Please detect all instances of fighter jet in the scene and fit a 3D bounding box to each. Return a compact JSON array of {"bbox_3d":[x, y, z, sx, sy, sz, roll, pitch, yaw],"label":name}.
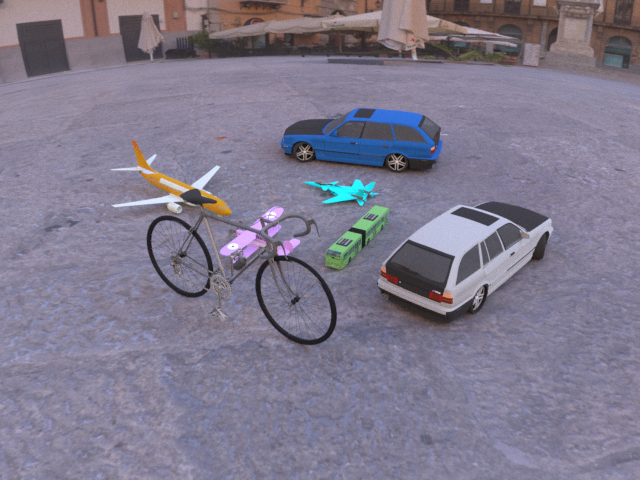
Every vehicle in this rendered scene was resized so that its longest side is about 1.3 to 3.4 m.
[{"bbox_3d":[0.288,-0.941,12.175,1.358,0.286,1.147,16,32,28],"label":"fighter jet"}]

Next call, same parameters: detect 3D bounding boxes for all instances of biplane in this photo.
[{"bbox_3d":[-0.837,0.027,10.119,1.090,0.504,1.336,18,33,30],"label":"biplane"}]

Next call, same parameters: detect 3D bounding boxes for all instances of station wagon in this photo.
[{"bbox_3d":[0.785,-2.028,13.545,3.105,0.920,1.327,8,29,14],"label":"station wagon"},{"bbox_3d":[2.123,0.048,9.635,1.327,0.920,3.105,22,35,35],"label":"station wagon"}]

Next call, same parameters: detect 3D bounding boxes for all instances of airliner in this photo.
[{"bbox_3d":[-2.369,-1.017,11.733,2.541,0.835,2.257,22,35,35],"label":"airliner"}]

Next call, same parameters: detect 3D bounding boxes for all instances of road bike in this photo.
[{"bbox_3d":[-1.058,0.247,8.477,3.004,1.656,0.697,18,33,30],"label":"road bike"}]

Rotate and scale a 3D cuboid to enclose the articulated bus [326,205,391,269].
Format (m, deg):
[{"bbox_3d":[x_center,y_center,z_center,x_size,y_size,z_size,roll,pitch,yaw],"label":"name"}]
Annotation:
[{"bbox_3d":[0.590,-0.063,10.519,0.311,0.289,1.749,14,31,24],"label":"articulated bus"}]
